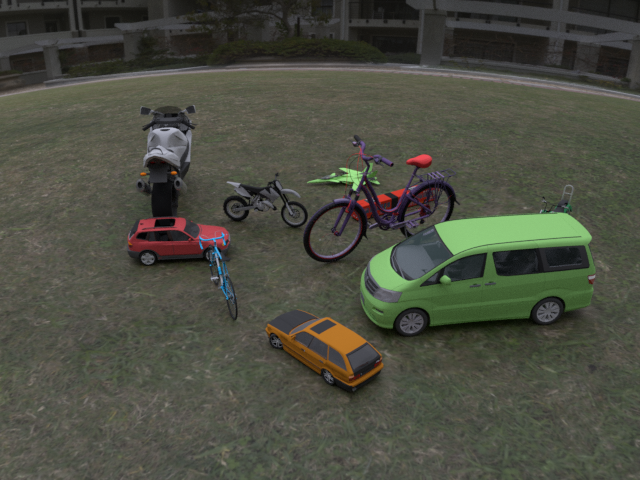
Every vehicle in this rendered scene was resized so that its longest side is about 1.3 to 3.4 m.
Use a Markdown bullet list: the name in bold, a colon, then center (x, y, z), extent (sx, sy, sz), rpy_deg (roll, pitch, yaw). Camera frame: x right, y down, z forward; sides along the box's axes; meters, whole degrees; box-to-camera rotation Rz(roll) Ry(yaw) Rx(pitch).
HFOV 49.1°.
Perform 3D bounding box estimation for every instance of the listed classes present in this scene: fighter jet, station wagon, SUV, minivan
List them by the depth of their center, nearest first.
- **station wagon**: center (0.015, 1.224, 8.478), extent (0.682, 0.473, 1.597), rpy_deg (-24, 36, -38)
- **minivan**: center (2.049, 0.392, 9.292), extent (3.011, 1.197, 1.324), rpy_deg (-4, 28, -7)
- **SUV**: center (-2.168, -0.028, 10.762), extent (1.572, 0.580, 0.656), rpy_deg (-3, 28, -6)
- **fighter jet**: center (0.420, -1.224, 13.374), extent (1.358, 0.286, 1.147), rpy_deg (-5, 28, -9)

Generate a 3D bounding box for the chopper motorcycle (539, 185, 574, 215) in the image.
- **chopper motorcycle**: center (3.633, -0.306, 11.101), extent (0.466, 0.761, 1.563), rpy_deg (20, 34, 34)

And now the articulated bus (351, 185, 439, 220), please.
- **articulated bus**: center (1.322, -0.686, 12.340), extent (1.749, 0.289, 0.311), rpy_deg (-16, 32, -28)

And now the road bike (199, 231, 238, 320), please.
- **road bike**: center (-1.347, 0.448, 9.558), extent (0.358, 0.852, 1.545), rpy_deg (-10, 29, -19)

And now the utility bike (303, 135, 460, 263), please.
- **utility bike**: center (1.052, -0.602, 10.502), extent (2.791, 1.839, 1.039), rpy_deg (-13, 30, -23)

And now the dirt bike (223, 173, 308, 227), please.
- **dirt bike**: center (-0.920, -0.653, 11.663), extent (1.493, 0.857, 0.527), rpy_deg (7, 28, 13)

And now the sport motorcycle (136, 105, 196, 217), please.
- **sport motorcycle**: center (-2.636, -1.328, 12.156), extent (0.983, 1.596, 2.955), rpy_deg (-3, 28, -5)
